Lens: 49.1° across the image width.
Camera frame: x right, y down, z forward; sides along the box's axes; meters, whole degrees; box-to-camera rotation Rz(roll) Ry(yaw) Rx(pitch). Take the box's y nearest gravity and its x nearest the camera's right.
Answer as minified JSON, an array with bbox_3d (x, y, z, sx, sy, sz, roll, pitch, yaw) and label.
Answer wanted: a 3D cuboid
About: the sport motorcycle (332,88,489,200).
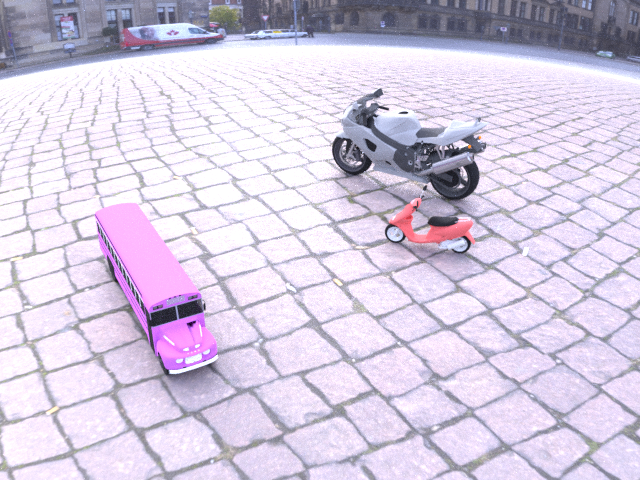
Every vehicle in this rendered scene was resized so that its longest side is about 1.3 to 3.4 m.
[{"bbox_3d":[1.506,-1.686,12.457,2.955,1.596,0.983,17,34,27],"label":"sport motorcycle"}]

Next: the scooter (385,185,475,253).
[{"bbox_3d":[1.683,-0.278,10.683,1.399,0.919,0.662,9,31,16],"label":"scooter"}]

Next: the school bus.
[{"bbox_3d":[-2.243,0.546,9.322,0.709,0.844,3.322,-15,33,-25],"label":"school bus"}]
